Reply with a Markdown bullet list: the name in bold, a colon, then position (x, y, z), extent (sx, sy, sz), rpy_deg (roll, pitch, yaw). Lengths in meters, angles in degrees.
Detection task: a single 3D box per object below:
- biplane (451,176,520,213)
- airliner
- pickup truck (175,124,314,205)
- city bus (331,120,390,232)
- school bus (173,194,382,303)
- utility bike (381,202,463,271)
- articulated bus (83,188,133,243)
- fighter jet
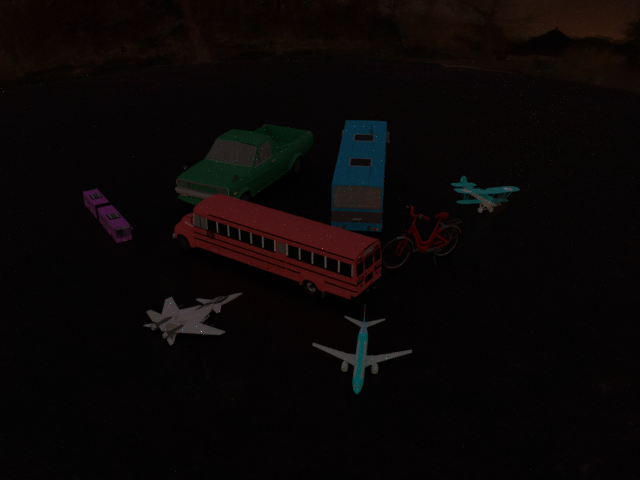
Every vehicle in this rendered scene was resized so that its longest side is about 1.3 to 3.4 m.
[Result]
- **biplane**: position (2.717, -0.780, 11.856), extent (1.336, 0.504, 1.090), rpy_deg (-13, 30, -24)
- **airliner**: position (0.472, 1.241, 8.021), extent (1.161, 0.429, 1.307), rpy_deg (3, 27, 6)
- **pickup truck**: position (-1.275, -1.468, 12.657), extent (1.244, 0.993, 3.117), rpy_deg (13, 30, 23)
- **city bus**: position (0.727, -1.155, 12.160), extent (0.926, 0.894, 3.255), rpy_deg (3, 27, 5)
- **school bus**: position (-0.726, 0.031, 9.914), extent (3.322, 0.844, 0.709), rpy_deg (17, 32, 29)
- **utility bike**: position (1.507, -0.048, 9.958), extent (1.435, 0.946, 0.535), rpy_deg (-13, 30, -24)
- **articulated bus**: position (-3.475, -0.415, 11.385), extent (0.311, 0.289, 1.749), rpy_deg (-16, 32, -29)
- **fighter jet**: position (-1.520, 0.857, 8.923), extent (1.147, 0.286, 1.358), rpy_deg (24, 36, 39)
